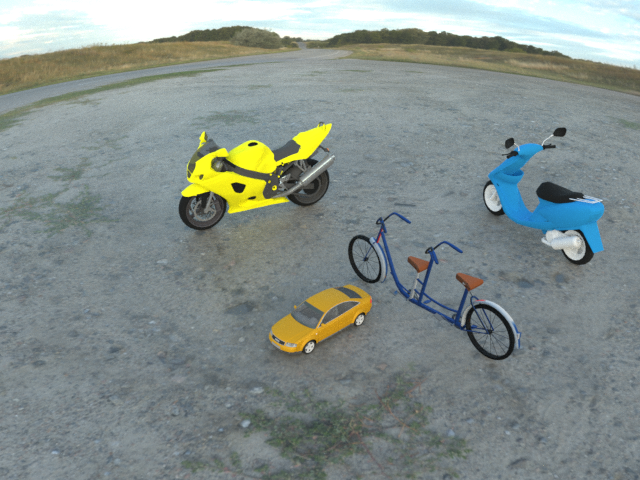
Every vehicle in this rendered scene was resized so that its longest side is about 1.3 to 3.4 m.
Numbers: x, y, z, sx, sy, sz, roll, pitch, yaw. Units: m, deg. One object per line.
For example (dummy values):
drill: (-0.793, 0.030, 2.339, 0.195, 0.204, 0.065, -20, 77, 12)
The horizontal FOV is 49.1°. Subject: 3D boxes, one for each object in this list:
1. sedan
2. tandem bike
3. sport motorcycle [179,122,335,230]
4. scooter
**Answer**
sedan: (0.020, 1.026, 9.542, 1.613, 0.483, 0.635, -24, 37, -36)
tandem bike: (1.448, 0.512, 9.601, 0.550, 1.326, 3.192, -21, 35, -34)
sport motorcycle: (-1.093, -1.139, 12.312, 2.955, 1.596, 0.983, -15, 32, -25)
scooter: (3.650, -0.818, 11.534, 1.288, 1.786, 2.721, -14, 32, -24)
